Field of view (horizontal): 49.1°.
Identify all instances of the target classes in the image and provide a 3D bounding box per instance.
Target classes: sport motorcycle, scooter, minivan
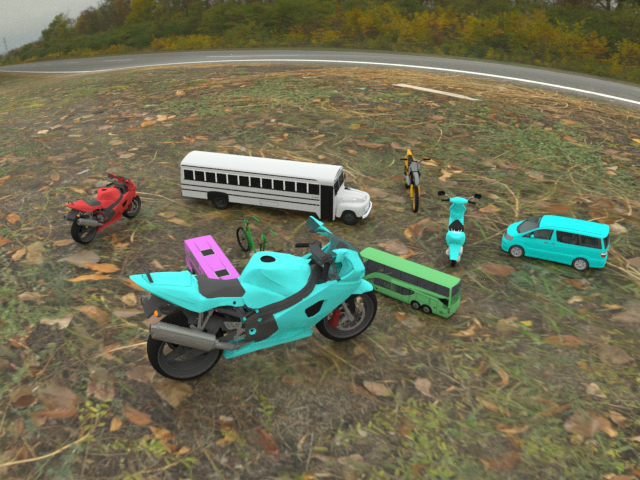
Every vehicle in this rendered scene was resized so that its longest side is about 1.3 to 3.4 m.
[{"bbox_3d":[-3.491,-0.529,11.396,0.506,0.821,1.520,16,33,26],"label":"sport motorcycle"},{"bbox_3d":[2.106,-0.249,10.787,0.662,0.919,1.399,5,29,10],"label":"scooter"},{"bbox_3d":[-0.655,0.747,8.275,2.955,1.596,0.983,-11,31,-19],"label":"sport motorcycle"},{"bbox_3d":[3.588,-0.020,10.684,1.548,0.616,0.681,12,31,21],"label":"minivan"}]

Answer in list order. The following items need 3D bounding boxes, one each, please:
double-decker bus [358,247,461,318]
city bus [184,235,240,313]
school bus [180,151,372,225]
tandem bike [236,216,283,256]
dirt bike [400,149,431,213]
[{"bbox_3d":[1.141,0.560,9.709,1.672,0.541,0.389,20,35,32],"label":"double-decker bus"},{"bbox_3d":[-1.467,0.518,9.869,0.476,0.460,1.674,-13,31,-22],"label":"city bus"},{"bbox_3d":[-0.756,-0.932,12.105,3.322,0.844,0.709,7,30,13],"label":"school bus"},{"bbox_3d":[-0.835,0.114,10.373,0.283,0.682,1.642,-19,34,-31],"label":"tandem bike"},{"bbox_3d":[1.643,-1.115,12.423,0.527,0.857,1.493,0,29,-1],"label":"dirt bike"}]
